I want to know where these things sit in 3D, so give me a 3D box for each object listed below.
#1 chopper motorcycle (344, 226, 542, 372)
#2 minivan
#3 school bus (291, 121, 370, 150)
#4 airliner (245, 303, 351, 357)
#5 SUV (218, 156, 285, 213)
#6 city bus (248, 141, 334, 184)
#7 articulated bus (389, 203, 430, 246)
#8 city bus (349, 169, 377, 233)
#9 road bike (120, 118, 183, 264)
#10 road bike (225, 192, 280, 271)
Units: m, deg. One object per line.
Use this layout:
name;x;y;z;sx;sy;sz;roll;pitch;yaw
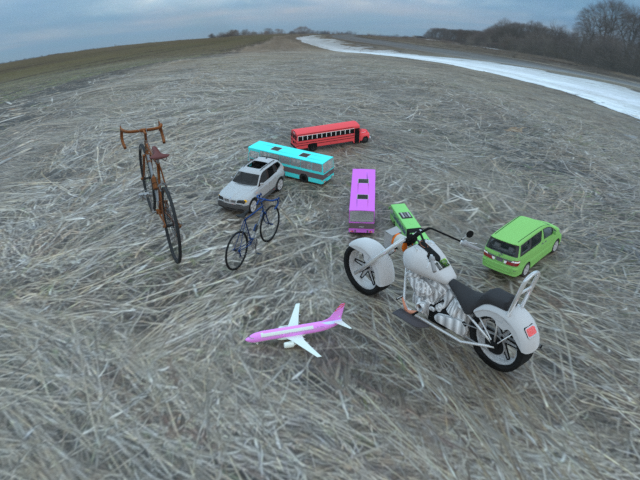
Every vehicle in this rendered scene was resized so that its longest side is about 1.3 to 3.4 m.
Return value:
chopper motorcycle;1.406;0.480;8.720;0.906;1.480;3.040;-22;36;-34
minivan;3.060;0.006;10.460;0.681;0.616;1.548;24;37;36
school bus;0.241;-2.179;14.574;1.708;0.434;0.365;-12;31;-20
airliner;-0.294;1.056;8.764;1.307;0.429;1.161;-7;30;-13
SUV;-1.189;-1.007;12.317;0.656;0.580;1.572;13;32;22
city bus;-0.562;-1.455;13.247;1.674;0.460;0.476;16;33;26
articulated bus;1.460;-0.083;10.957;0.311;0.289;1.749;-6;30;-10
city bus;0.721;-0.660;11.817;0.476;0.460;1.674;2;29;4
road bike;-2.551;-0.847;10.924;0.697;1.656;3.004;-12;31;-20
road bike;-0.998;-0.160;10.516;0.358;0.852;1.545;14;32;23
